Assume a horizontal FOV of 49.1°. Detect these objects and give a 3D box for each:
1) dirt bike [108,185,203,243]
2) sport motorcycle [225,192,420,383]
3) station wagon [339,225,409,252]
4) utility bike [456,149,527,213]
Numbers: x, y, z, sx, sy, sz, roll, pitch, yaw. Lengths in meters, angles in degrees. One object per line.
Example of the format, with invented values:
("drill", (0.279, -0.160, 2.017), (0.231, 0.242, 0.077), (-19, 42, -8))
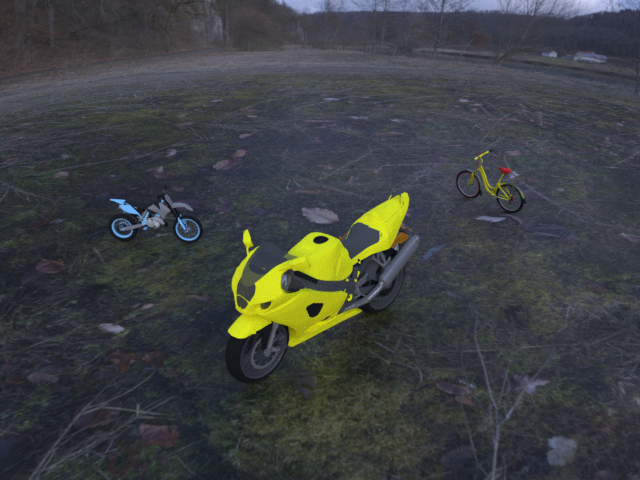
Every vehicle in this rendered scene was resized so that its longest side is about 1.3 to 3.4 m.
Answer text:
("dirt bike", (-2.543, -0.354, 10.735), (1.493, 0.857, 0.527), (2, 27, 4))
("sport motorcycle", (0.055, 0.502, 8.207), (0.983, 1.596, 2.955), (24, 35, 39))
("station wagon", (0.637, 0.081, 10.297), (0.682, 0.473, 1.597), (21, 34, 36))
("utility bike", (2.886, -0.999, 11.920), (0.535, 0.946, 1.435), (-23, 35, -38))
